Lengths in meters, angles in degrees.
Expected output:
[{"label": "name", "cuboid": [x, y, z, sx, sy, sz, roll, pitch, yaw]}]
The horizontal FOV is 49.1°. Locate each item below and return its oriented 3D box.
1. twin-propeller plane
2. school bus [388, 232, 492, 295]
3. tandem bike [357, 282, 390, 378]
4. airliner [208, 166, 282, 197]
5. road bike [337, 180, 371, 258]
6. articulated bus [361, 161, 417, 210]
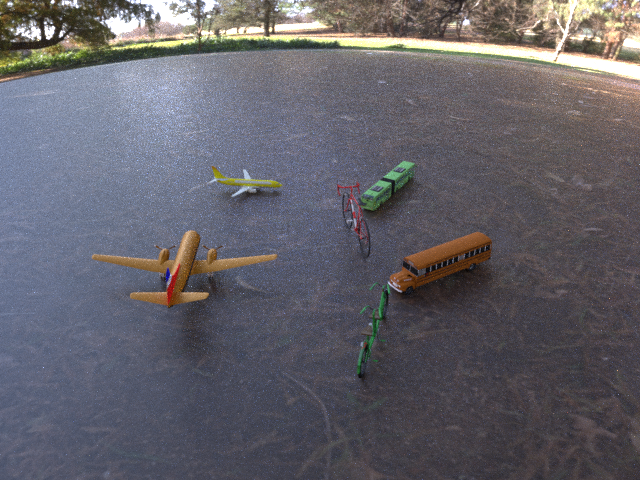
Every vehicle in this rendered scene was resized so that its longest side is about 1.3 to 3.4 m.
[{"label": "twin-propeller plane", "cuboid": [-1.946, 0.282, 9.868, 2.663, 0.792, 2.129, 0, 30, 0]}, {"label": "school bus", "cuboid": [1.749, 0.328, 10.149, 1.708, 0.434, 0.365, -18, 34, -28]}, {"label": "tandem bike", "cuboid": [0.670, 1.031, 8.660, 0.283, 0.682, 1.642, 8, 31, 14]}, {"label": "airliner", "cuboid": [-1.336, -1.124, 12.709, 1.307, 0.429, 1.161, 2, 30, 4]}, {"label": "road bike", "cuboid": [0.559, -0.366, 10.947, 0.358, 0.852, 1.545, -7, 30, -12]}, {"label": "articulated bus", "cuboid": [1.253, -0.995, 12.625, 0.311, 0.289, 1.749, 16, 33, 26]}]
